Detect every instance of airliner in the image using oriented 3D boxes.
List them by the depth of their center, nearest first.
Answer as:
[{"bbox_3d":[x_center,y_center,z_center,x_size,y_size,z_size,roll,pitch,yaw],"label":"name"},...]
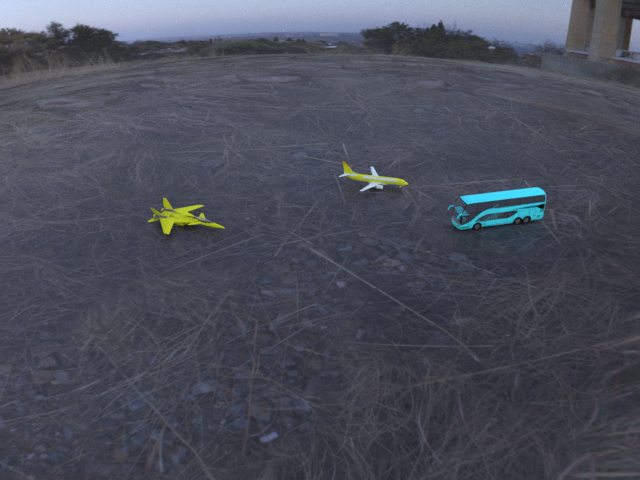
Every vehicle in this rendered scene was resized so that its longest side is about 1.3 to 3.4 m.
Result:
[{"bbox_3d":[1.038,-1.247,13.371,1.307,0.429,1.161,7,30,12],"label":"airliner"}]

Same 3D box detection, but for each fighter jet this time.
[{"bbox_3d":[-2.237,-0.405,12.021,1.358,0.286,1.147,12,31,20],"label":"fighter jet"}]

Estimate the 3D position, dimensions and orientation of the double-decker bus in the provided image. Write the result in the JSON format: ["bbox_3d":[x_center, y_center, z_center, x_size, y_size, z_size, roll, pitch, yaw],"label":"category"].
[{"bbox_3d":[3.039,-0.532,11.988,1.672,0.541,0.389,-7,30,-13],"label":"double-decker bus"}]
